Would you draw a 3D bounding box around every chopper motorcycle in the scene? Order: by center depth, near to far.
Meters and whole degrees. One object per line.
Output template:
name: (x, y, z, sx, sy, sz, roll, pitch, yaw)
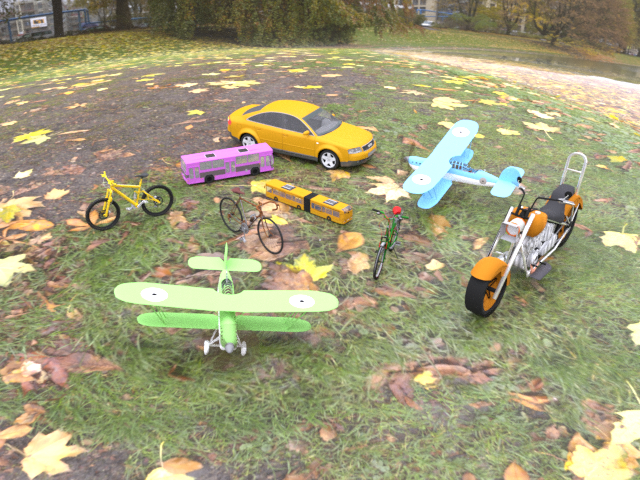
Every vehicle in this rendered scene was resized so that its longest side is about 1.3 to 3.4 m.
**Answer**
chopper motorcycle: (2.921, -0.130, 9.731, 0.906, 1.480, 3.040, 23, 37, 34)

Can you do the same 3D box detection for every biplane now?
biplane: (-1.110, 0.756, 8.671, 2.598, 0.981, 2.120, -4, 30, -7)
biplane: (2.386, -1.151, 12.043, 2.120, 0.981, 2.598, 16, 33, 26)

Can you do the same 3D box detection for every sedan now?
sedan: (-0.378, -2.205, 13.947, 3.137, 0.940, 1.235, 15, 33, 24)

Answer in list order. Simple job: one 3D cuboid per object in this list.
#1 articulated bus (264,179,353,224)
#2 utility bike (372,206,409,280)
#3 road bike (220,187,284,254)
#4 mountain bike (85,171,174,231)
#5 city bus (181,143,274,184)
articulated bus: (-0.218, -0.663, 11.883, 1.749, 0.289, 0.311, 22, 36, 33)
utility bike: (1.046, -0.071, 10.169, 0.535, 0.946, 1.435, 10, 31, 17)
road bike: (-1.078, -0.341, 10.743, 0.358, 0.852, 1.545, -25, 38, -37)
mountain bike: (-3.078, -0.668, 11.304, 1.469, 0.868, 0.573, -18, 34, -28)
city bus: (-1.714, -1.407, 13.025, 1.674, 0.460, 0.476, -12, 32, -20)
